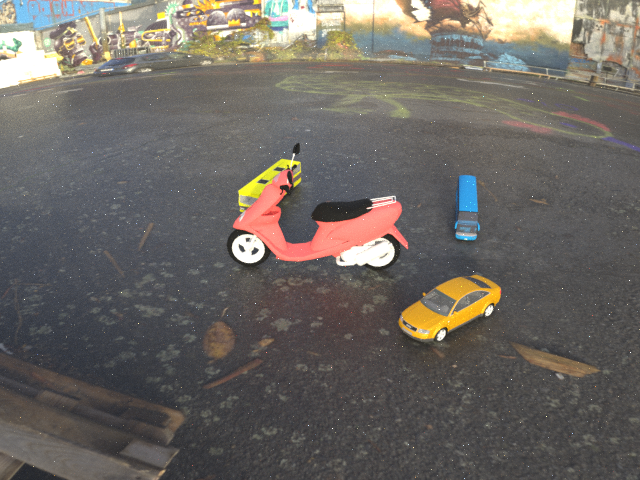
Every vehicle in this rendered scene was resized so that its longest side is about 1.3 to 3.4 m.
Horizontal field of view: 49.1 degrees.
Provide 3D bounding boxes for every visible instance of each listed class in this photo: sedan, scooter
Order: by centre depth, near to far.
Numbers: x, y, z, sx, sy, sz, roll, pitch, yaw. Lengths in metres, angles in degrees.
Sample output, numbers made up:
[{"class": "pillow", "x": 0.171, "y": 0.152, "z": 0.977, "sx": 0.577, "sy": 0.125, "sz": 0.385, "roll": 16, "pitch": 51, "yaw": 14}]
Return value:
[{"class": "sedan", "x": 1.749, "y": 0.854, "z": 9.360, "sx": 1.613, "sy": 0.483, "sz": 0.635, "roll": -20, "pitch": 34, "yaw": -33}, {"class": "scooter", "x": -0.051, "y": -0.369, "z": 10.270, "sx": 2.721, "sy": 1.786, "sz": 1.288, "roll": 1, "pitch": 28, "yaw": 3}]

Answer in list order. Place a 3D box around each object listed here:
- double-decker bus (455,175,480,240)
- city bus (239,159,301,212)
[{"class": "double-decker bus", "x": 2.499, "y": -0.551, "z": 11.935, "sx": 0.389, "sy": 0.541, "sz": 1.672, "roll": 5, "pitch": 28, "yaw": 9}, {"class": "city bus", "x": -0.890, "y": -0.968, "z": 12.802, "sx": 0.476, "sy": 0.460, "sz": 1.674, "roll": 12, "pitch": 30, "yaw": 21}]
